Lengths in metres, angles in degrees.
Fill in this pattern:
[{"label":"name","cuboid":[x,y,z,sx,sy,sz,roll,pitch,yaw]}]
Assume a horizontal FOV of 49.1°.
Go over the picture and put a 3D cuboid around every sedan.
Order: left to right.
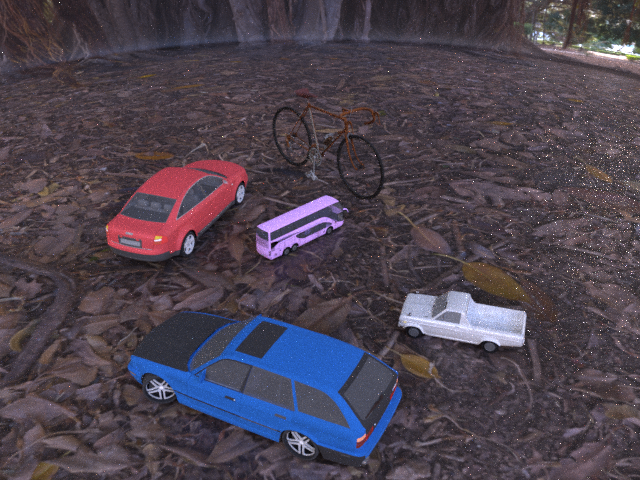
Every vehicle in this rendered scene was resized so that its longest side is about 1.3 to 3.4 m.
[{"label":"sedan","cuboid":[-2.214,-0.688,11.356,1.235,0.940,3.137,11,33,18]}]

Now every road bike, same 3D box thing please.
[{"label":"road bike","cuboid":[0.075,-1.819,12.554,0.696,1.656,3.004,-24,39,-35]}]

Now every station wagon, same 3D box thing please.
[{"label":"station wagon","cuboid":[-0.688,1.434,7.817,3.105,0.920,1.327,14,34,22]}]

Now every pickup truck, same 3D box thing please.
[{"label":"pickup truck","cuboid":[1.822,0.990,8.962,1.603,0.511,0.640,9,32,15]}]

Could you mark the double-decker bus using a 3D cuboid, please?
[{"label":"double-decker bus","cuboid":[-0.273,-0.225,10.970,1.672,0.541,0.389,-26,40,-37]}]
